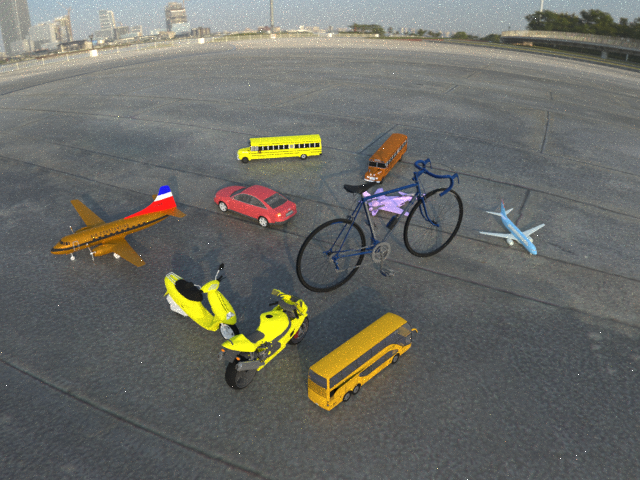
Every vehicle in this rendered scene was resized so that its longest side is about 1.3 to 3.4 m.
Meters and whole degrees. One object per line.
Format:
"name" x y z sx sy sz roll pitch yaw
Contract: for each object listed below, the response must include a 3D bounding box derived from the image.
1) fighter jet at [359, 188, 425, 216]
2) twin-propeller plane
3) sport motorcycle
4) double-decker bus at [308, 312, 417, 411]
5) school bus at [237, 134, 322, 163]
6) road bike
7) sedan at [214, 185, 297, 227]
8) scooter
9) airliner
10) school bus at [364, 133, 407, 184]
"fighter jet" 1.422 -0.768 12.455 1.358 0.286 1.147 -12 32 -19
"twin-propeller plane" -3.232 -0.264 11.078 2.129 0.792 2.663 -21 36 -32
"sport motorcycle" -0.628 1.192 8.529 0.506 0.821 1.520 21 36 32
"double-decker bus" 0.526 1.411 8.430 0.389 0.541 1.672 25 38 36
"school bus" -0.830 -1.858 14.195 1.708 0.434 0.365 -5 30 -8
"road bike" 0.953 -0.229 10.153 3.004 1.656 0.696 -17 34 -27
"sedan" -1.141 -0.675 12.097 1.613 0.483 0.635 20 36 31
"scooter" -1.578 0.766 9.169 1.399 0.919 0.662 22 37 33
"airliner" 3.196 -0.202 11.334 1.161 0.429 1.307 -7 31 -12
"school bus" 1.304 -1.606 13.757 0.365 0.434 1.708 12 32 20
